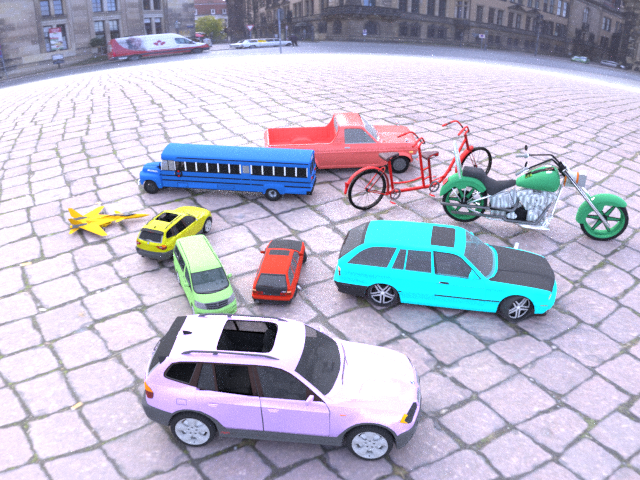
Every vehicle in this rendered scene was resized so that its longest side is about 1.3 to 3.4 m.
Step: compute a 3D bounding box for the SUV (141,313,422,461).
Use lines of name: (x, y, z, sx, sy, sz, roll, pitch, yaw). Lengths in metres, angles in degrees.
SUV: (-0.410, 1.508, 7.703, 3.058, 1.128, 1.276, 3, 29, 5)

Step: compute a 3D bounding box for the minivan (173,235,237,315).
minivan: (-1.663, 0.523, 9.992, 0.681, 0.616, 1.548, -12, 31, -20)

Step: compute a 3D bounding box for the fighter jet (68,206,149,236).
fighter jet: (-3.617, -0.416, 12.011, 1.358, 0.286, 1.147, -9, 30, -15)

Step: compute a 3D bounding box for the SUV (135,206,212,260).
SUV: (-2.344, -0.205, 11.333, 0.656, 0.580, 1.572, 11, 31, 19)

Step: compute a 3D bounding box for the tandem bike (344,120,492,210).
tandem bike: (1.853, -1.371, 12.656, 3.192, 1.326, 0.550, -14, 32, -23)

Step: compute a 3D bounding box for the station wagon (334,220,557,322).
station wagon: (1.792, 0.345, 9.999, 3.105, 0.920, 1.327, 6, 30, 10)

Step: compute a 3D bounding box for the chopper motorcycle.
chopper motorcycle: (3.515, -0.811, 11.496, 3.040, 1.480, 0.906, 7, 30, 12)

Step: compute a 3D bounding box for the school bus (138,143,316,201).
school bus: (-1.750, -1.293, 13.010, 3.322, 0.844, 0.709, 4, 29, 6)

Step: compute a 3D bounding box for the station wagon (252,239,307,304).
station wagon: (-0.591, 0.368, 10.417, 0.682, 0.473, 1.597, 3, 29, 5)

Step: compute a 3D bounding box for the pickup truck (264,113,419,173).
pickup truck: (0.411, -1.980, 14.087, 3.117, 0.993, 1.244, -3, 29, -5)
